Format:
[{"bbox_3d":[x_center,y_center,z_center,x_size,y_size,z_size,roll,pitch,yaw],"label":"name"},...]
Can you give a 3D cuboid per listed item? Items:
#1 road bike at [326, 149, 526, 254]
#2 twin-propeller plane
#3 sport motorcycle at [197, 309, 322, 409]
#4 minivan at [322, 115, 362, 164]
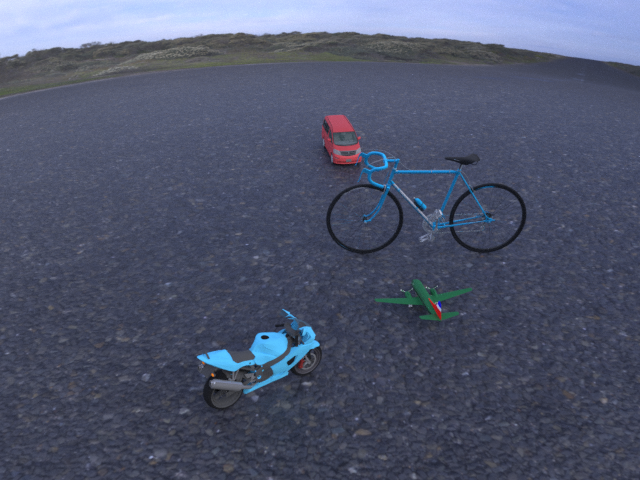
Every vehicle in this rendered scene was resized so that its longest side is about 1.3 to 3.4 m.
[{"bbox_3d":[1.594,-0.533,10.382,3.004,1.656,0.697,0,28,-1],"label":"road bike"},{"bbox_3d":[1.415,0.748,9.295,1.370,0.407,1.095,-6,28,-10],"label":"twin-propeller plane"},{"bbox_3d":[-0.626,1.335,7.742,1.520,0.821,0.506,-17,32,-28],"label":"sport motorcycle"},{"bbox_3d":[0.434,-2.063,14.388,0.681,0.616,1.548,-5,28,-9],"label":"minivan"}]
